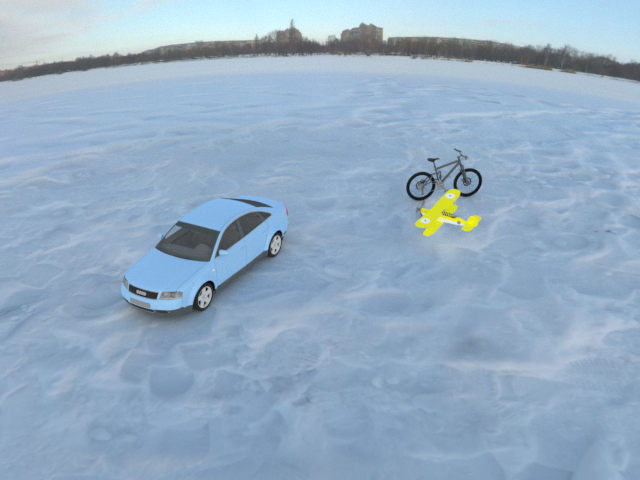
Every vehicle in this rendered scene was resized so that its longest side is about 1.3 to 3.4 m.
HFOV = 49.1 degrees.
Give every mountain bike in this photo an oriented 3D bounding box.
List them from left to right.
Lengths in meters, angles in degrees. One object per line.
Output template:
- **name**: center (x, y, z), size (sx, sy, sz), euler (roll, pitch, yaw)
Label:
- **mountain bike**: center (2.293, -1.160, 12.821), size (1.469, 0.868, 0.573), euler (-5, 27, -10)

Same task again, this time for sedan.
- **sedan**: center (-1.608, 0.054, 10.298), size (1.235, 0.940, 3.137), euler (14, 29, 25)

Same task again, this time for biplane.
- **biplane**: center (2.104, -0.365, 11.629), size (1.090, 0.504, 1.336), euler (18, 31, 31)
